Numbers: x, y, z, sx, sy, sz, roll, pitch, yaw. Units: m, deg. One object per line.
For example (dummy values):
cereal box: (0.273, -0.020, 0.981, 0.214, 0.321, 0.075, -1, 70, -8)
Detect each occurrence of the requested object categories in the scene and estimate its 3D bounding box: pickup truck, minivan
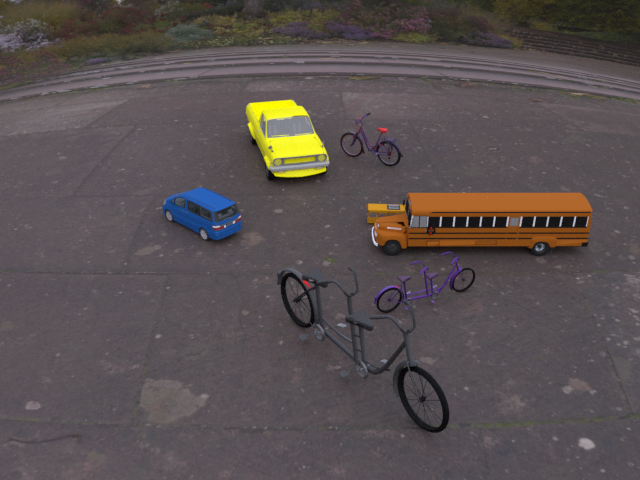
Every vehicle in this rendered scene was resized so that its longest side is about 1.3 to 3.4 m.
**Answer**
pickup truck: (-0.726, -2.205, 14.231, 1.244, 0.993, 3.117, -7, 31, -12)
minivan: (-1.998, -0.512, 11.653, 1.548, 0.616, 0.681, 25, 38, 37)

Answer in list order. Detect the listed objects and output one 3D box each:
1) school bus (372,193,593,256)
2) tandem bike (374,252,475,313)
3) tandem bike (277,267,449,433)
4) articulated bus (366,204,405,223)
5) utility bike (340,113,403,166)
school bus: (2.492, -0.277, 11.013, 3.322, 0.844, 0.709, 0, 30, 0)
tandem bike: (1.477, 0.576, 9.685, 1.642, 0.682, 0.283, -13, 32, -21)
tandem bike: (0.391, 1.007, 8.286, 0.550, 1.326, 3.192, -20, 36, -31)
articulated bus: (1.653, -0.422, 11.825, 1.749, 0.289, 0.311, 2, 30, 3)
utility bike: (0.993, -1.965, 13.859, 1.435, 0.946, 0.535, 18, 34, 28)
